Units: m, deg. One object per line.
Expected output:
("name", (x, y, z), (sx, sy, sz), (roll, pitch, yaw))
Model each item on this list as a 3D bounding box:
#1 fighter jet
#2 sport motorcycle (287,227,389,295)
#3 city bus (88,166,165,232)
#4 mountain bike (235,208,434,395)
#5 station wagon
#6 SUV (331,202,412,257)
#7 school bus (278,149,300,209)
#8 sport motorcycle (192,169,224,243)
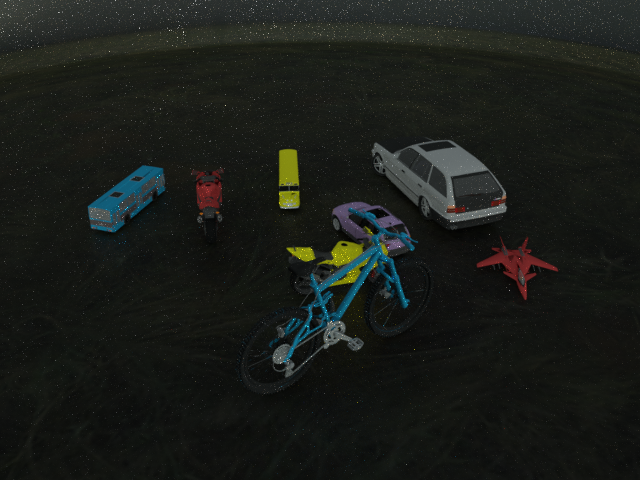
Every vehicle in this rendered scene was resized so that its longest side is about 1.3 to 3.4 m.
("fighter jet", (2.845, 0.391, 10.012), (1.147, 0.286, 1.358), (3, 30, 5))
("sport motorcycle", (0.296, 0.329, 9.588), (1.520, 0.821, 0.506), (-7, 31, -12))
("city bus", (-3.185, -0.689, 11.689), (0.476, 0.460, 1.674), (10, 32, 16))
("mountain bike", (0.273, 0.716, 8.067), (2.857, 1.688, 1.114), (-20, 36, -30))
("station wagon", (1.967, -1.241, 12.178), (1.327, 0.920, 3.105), (-11, 32, -18))
("SUV", (0.775, -0.244, 10.808), (0.656, 0.580, 1.572), (-16, 34, -25))
("school bus", (-0.551, -1.077, 12.379), (0.365, 0.434, 1.708), (-1, 30, -3))
("sport motorcycle", (-1.756, -0.585, 11.154), (0.506, 0.821, 1.520), (-4, 31, -7))
